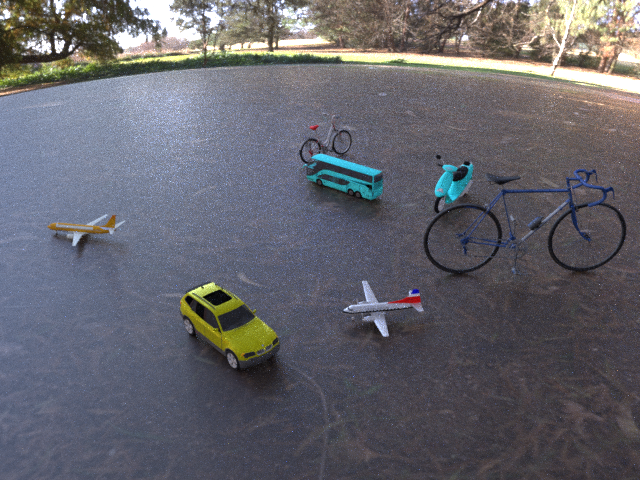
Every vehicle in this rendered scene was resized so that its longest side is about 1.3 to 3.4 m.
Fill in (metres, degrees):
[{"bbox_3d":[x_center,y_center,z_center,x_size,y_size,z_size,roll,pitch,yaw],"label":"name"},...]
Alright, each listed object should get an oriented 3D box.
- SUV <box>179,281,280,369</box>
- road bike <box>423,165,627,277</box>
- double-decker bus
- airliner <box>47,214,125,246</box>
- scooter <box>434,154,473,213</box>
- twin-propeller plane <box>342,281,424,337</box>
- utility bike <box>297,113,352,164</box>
[{"bbox_3d":[-1.179,1.041,8.914,0.656,0.580,1.572,-23,35,-36],"label":"SUV"},{"bbox_3d":[3.019,-0.244,10.196,3.004,1.656,0.696,-1,28,-2],"label":"road bike"},{"bbox_3d":[0.429,-1.212,13.226,1.672,0.541,0.389,21,34,34],"label":"double-decker bus"},{"bbox_3d":[-3.928,-0.271,11.562,1.307,0.429,1.161,5,28,10],"label":"airliner"},{"bbox_3d":[2.421,-1.092,12.595,0.662,0.919,1.399,19,33,31],"label":"scooter"},{"bbox_3d":[0.831,0.870,9.424,1.095,0.407,1.370,-4,28,-7],"label":"twin-propeller plane"},{"bbox_3d":[0.078,-2.141,14.554,1.435,0.946,0.535,-20,34,-33],"label":"utility bike"}]
